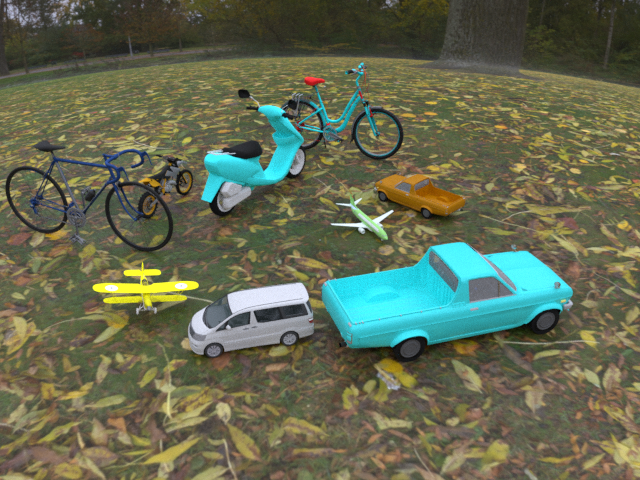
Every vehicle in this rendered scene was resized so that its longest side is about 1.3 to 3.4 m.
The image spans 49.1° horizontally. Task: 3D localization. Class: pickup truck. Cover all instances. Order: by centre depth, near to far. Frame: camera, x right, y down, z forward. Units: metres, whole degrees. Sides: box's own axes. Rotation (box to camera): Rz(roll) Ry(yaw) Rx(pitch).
[{"bbox_3d":[1.618,0.662,8.871,3.117,0.993,1.244,-9,30,-15],"label":"pickup truck"},{"bbox_3d":[1.708,-0.816,12.102,1.603,0.511,0.640,25,37,38],"label":"pickup truck"}]

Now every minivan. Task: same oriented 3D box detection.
[{"bbox_3d":[-0.866,0.970,8.699,1.548,0.616,0.681,-7,29,-13],"label":"minivan"}]

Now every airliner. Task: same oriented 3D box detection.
[{"bbox_3d":[0.770,-0.395,11.412,1.161,0.429,1.307,-13,31,-22],"label":"airliner"}]

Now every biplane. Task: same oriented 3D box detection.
[{"bbox_3d":[-2.319,0.661,9.387,1.336,0.504,1.090,-9,30,-15],"label":"biplane"}]

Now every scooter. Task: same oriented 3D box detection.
[{"bbox_3d":[-1.082,-1.579,12.172,1.288,1.786,2.721,19,34,30],"label":"scooter"}]

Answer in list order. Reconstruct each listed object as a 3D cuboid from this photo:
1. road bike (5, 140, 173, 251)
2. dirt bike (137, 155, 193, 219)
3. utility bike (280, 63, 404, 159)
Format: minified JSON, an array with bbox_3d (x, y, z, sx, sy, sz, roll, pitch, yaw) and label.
[{"bbox_3d":[-3.607,-0.704,10.695,3.004,1.656,0.696,9,30,16],"label":"road bike"},{"bbox_3d":[-2.661,-0.980,12.042,0.527,0.857,1.493,13,31,23],"label":"dirt bike"},{"bbox_3d":[0.364,-2.640,14.074,2.791,1.839,1.039,10,30,17],"label":"utility bike"}]
